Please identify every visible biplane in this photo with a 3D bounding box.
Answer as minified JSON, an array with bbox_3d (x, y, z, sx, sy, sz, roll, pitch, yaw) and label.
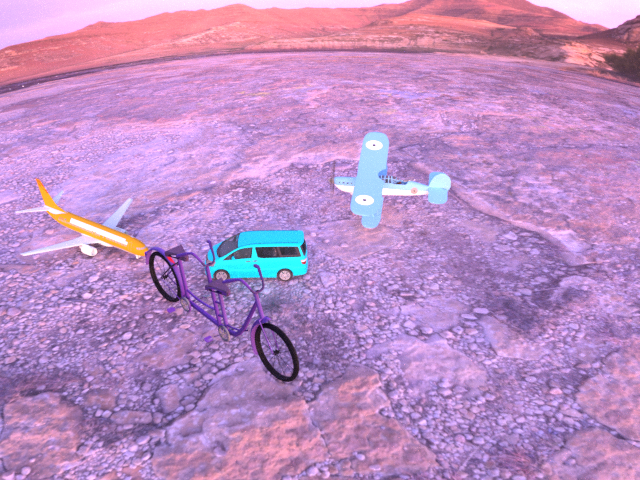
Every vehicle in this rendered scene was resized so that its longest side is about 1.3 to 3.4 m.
[{"bbox_3d":[1.180,-0.924,12.113,2.120,0.981,2.598,4,30,8],"label":"biplane"}]

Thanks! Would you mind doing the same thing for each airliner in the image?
[{"bbox_3d":[-3.680,-0.333,11.229,2.541,0.835,2.257,18,34,28],"label":"airliner"}]

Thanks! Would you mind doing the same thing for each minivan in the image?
[{"bbox_3d":[-0.959,0.214,10.496,1.548,0.616,0.681,-1,30,-1],"label":"minivan"}]

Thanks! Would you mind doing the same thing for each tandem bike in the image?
[{"bbox_3d":[-1.366,0.680,8.970,0.550,1.326,3.192,-26,39,-37],"label":"tandem bike"}]
